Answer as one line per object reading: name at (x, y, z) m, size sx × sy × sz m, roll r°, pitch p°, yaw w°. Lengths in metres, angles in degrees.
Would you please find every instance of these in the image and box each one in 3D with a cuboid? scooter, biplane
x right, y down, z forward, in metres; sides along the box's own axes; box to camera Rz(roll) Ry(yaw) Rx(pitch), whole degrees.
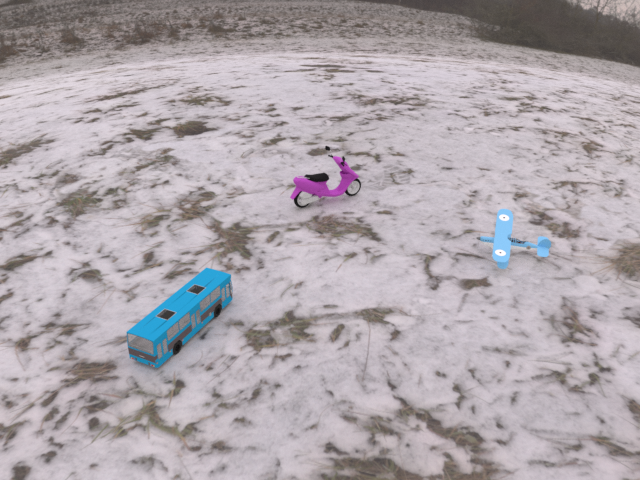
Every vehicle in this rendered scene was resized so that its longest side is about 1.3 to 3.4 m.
scooter at (0.121, -1.082, 12.171) m, size 1.399 × 0.919 × 0.662 m, roll -15°, pitch 32°, yaw -25°
biplane at (2.901, 0.063, 10.531) m, size 1.090 × 0.504 × 1.336 m, roll 8°, pitch 30°, yaw 13°

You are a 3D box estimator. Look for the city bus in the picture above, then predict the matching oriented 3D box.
city bus at (-1.740, 0.973, 8.936) m, size 0.476 × 0.460 × 1.674 m, roll 14°, pitch 32°, yaw 23°
